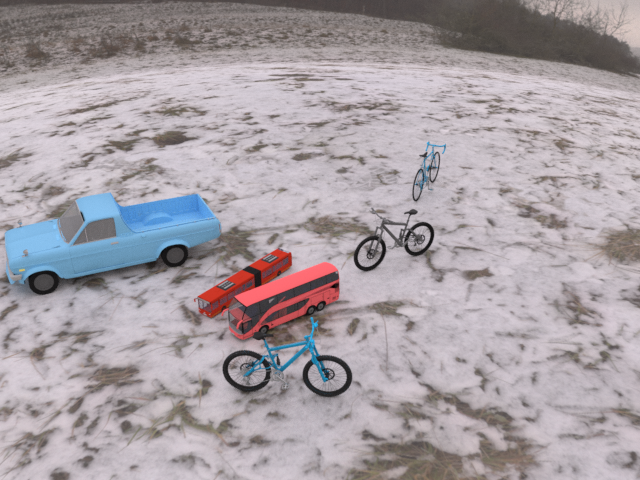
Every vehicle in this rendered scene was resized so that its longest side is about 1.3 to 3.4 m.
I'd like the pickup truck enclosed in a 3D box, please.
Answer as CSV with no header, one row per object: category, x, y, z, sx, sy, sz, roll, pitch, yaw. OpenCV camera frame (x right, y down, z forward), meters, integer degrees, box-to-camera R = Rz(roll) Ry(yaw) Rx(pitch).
pickup truck,-3.097,-0.127,10.488,3.117,0.993,1.244,-12,30,-22

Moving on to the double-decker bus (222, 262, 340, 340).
double-decker bus,-0.474,0.798,9.215,1.672,0.541,0.389,-20,34,-33

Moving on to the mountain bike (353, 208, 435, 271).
mountain bike,1.130,-0.045,10.466,1.469,0.868,0.573,-15,31,-27

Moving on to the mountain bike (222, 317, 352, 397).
mountain bike,-0.371,1.365,7.785,1.469,0.868,0.573,3,28,5

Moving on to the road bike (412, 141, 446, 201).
road bike,1.972,-1.296,12.862,0.358,0.852,1.545,13,30,23

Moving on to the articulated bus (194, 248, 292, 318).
articulated bus,-1.034,0.579,9.901,0.311,0.289,1.749,19,33,32
